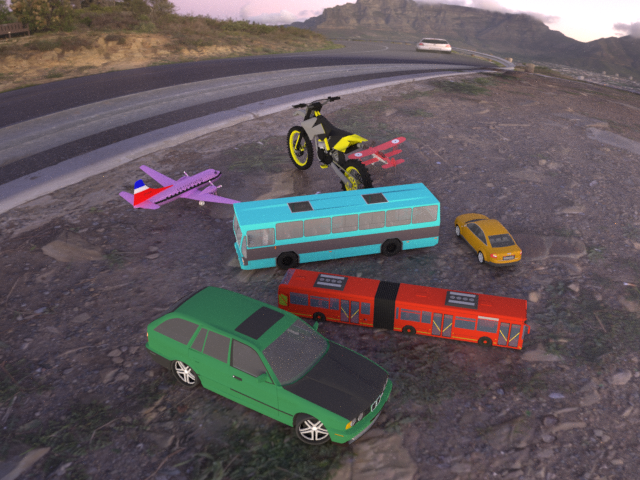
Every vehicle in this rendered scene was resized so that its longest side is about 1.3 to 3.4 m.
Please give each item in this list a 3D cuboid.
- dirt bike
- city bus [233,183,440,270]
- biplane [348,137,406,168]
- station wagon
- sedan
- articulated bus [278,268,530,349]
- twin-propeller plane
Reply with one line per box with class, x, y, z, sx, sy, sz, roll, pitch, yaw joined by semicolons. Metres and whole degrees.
dirt bike;0.114;-1.775;13.335;1.024;1.666;2.903;-17;34;-28
city bus;0.269;-0.205;11.325;3.255;0.894;0.926;-7;30;-12
biplane;1.255;-1.707;14.401;1.336;0.504;1.090;-14;32;-23
station wagon;-0.652;1.381;8.469;3.105;0.920;1.327;17;33;27
sedan;2.742;-0.089;11.537;0.635;0.483;1.613;-7;30;-12
articulated bus;1.110;0.930;9.641;3.401;0.561;0.605;7;30;12
twin-propeller plane;-2.588;-1.030;12.899;2.663;0.792;2.129;21;36;33
